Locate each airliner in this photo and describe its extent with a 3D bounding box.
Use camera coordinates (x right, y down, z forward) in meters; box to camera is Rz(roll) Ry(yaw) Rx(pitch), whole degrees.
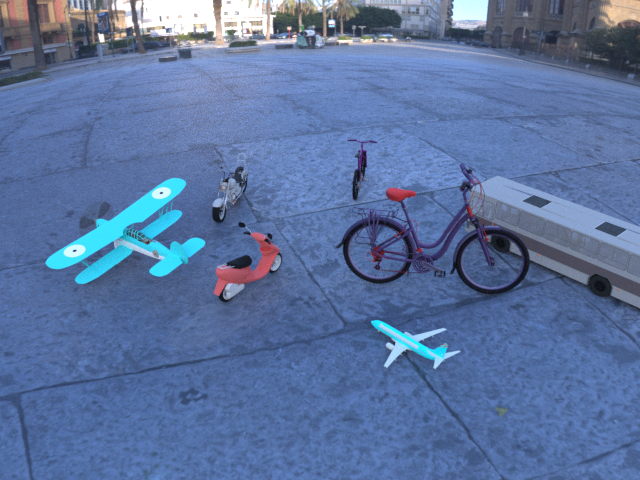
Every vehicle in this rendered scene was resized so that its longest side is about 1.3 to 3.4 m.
[{"bbox_3d":[1.137,1.236,9.023,1.161,0.429,1.307,-24,37,-36],"label":"airliner"}]

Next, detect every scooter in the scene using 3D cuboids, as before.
[{"bbox_3d":[-1.032,0.290,10.210,0.662,0.919,1.399,21,35,33],"label":"scooter"}]

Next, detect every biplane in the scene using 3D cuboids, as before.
[{"bbox_3d":[-2.772,0.035,10.602,2.120,0.981,2.598,20,35,31],"label":"biplane"}]

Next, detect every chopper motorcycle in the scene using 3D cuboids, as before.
[{"bbox_3d":[-1.616,-0.953,12.590,0.466,0.761,1.563,7,30,12],"label":"chopper motorcycle"}]

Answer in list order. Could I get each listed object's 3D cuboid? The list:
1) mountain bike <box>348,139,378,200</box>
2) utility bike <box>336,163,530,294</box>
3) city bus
[{"bbox_3d":[0.755,-1.376,13.236,0.573,0.868,1.469,5,30,10],"label":"mountain bike"},{"bbox_3d":[1.626,-0.162,10.076,2.791,1.839,1.039,5,30,9],"label":"utility bike"},{"bbox_3d":[3.787,0.003,10.748,0.926,0.894,3.255,-24,37,-36],"label":"city bus"}]
